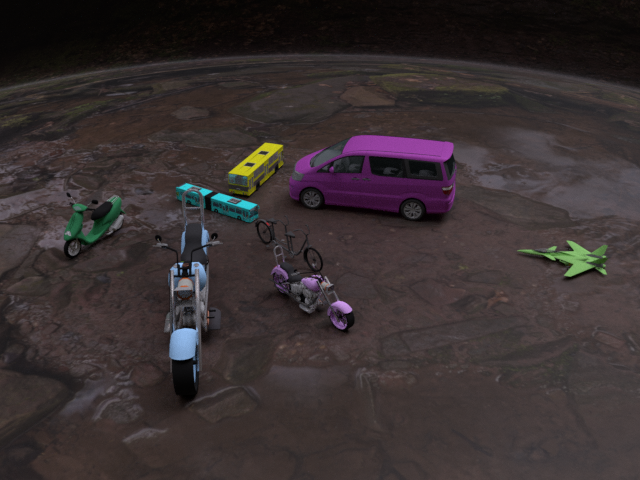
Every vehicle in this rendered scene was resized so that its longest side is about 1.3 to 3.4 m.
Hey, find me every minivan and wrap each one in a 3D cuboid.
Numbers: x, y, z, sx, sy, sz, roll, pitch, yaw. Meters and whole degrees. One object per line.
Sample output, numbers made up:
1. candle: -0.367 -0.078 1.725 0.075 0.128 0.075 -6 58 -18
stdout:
1. minivan: 0.934 -1.218 12.646 3.011 1.197 1.324 7 30 13

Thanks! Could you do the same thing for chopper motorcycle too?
1. chopper motorcycle: -0.125 0.662 9.730 0.466 0.761 1.563 -25 38 -38
2. chopper motorcycle: -1.703 0.583 9.137 0.906 1.480 3.040 -3 29 -5

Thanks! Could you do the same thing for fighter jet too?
1. fighter jet: 3.819 0.202 11.039 1.358 0.286 1.147 9 31 16

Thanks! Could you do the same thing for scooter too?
1. scooter: -3.692 -0.362 11.400 0.662 0.919 1.399 14 32 24

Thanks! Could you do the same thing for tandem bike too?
1. tandem bike: -0.514 -0.040 11.068 0.283 0.682 1.642 -24 37 -36

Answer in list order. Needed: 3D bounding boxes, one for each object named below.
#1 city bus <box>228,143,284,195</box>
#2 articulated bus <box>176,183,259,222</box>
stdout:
1. city bus: -1.223 -1.381 13.692 0.476 0.460 1.674 10 31 18
2. articulated bus: -1.863 -0.680 12.614 1.749 0.289 0.311 17 34 28
